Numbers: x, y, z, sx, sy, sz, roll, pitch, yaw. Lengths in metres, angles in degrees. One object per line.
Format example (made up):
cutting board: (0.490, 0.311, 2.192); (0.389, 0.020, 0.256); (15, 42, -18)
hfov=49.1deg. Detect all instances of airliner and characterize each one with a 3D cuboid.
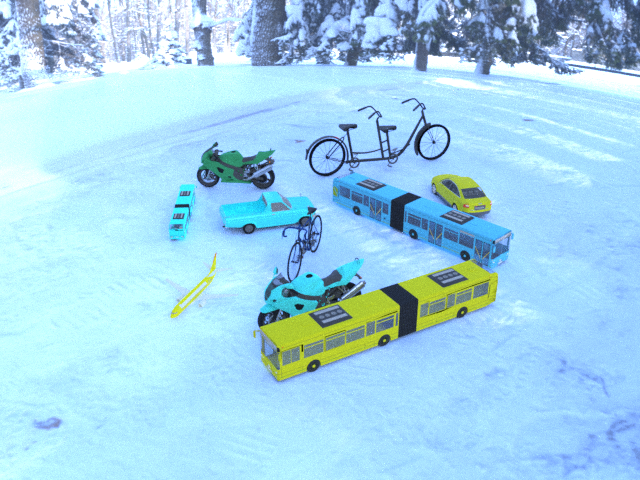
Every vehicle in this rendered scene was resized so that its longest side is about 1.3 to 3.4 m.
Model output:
airliner: (-1.718, 0.634, 9.656); (1.161, 0.429, 1.307); (10, 29, 19)

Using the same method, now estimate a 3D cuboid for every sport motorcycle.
sport motorcycle: (-1.567, -1.358, 13.071); (1.520, 0.821, 0.506); (2, 27, 4)
sport motorcycle: (-0.105, 0.720, 9.066); (1.520, 0.821, 0.506); (-13, 30, -23)

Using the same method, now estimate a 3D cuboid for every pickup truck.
pickup truck: (-0.876, -0.505, 11.763); (1.603, 0.511, 0.640); (-8, 28, -14)

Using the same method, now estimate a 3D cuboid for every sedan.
sedan: (2.508, -0.890, 12.536); (0.635, 0.483, 1.613); (-7, 28, -13)

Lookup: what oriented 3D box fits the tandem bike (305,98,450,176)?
tandem bike: (1.203, -2.039, 13.835); (3.192, 1.326, 0.550); (-10, 29, -19)

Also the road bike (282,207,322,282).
road bike: (-0.215, -0.002, 10.424); (0.358, 0.852, 1.545); (9, 29, 16)

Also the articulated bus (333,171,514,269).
articulated bus: (1.563, -0.394, 11.495); (0.605, 0.561, 3.401); (-24, 36, -38)

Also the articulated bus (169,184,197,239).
articulated bus: (-2.347, -0.508, 12.010); (0.311, 0.289, 1.749); (-2, 27, -3)

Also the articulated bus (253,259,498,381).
articulated bus: (0.823, 0.951, 8.904); (3.401, 0.561, 0.605); (-15, 31, -27)
